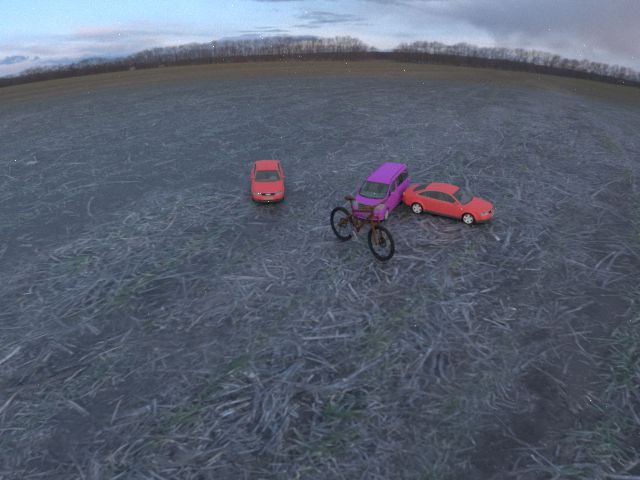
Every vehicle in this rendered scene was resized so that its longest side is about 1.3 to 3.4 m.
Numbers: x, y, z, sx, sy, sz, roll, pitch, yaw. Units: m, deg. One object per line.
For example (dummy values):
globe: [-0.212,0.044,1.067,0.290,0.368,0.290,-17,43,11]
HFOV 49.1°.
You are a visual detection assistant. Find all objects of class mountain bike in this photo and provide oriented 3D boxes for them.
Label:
mountain bike: [0.631,-0.244,10.771,0.573,0.868,1.469,-19,31,-34]

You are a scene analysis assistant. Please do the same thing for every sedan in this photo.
sedan: [-0.988,-1.166,13.153,0.635,0.483,1.613,-2,26,-4]
sedan: [2.225,-0.686,12.146,1.613,0.483,0.635,14,29,27]

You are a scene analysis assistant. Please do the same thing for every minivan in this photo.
minivan: [1.090,-0.862,12.361,0.681,0.616,1.548,11,28,22]
